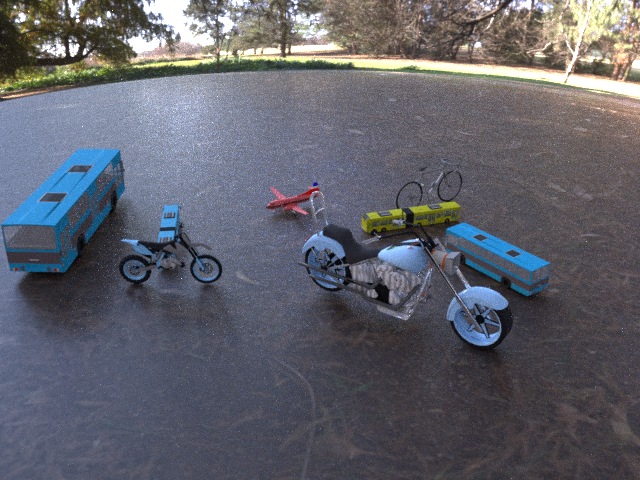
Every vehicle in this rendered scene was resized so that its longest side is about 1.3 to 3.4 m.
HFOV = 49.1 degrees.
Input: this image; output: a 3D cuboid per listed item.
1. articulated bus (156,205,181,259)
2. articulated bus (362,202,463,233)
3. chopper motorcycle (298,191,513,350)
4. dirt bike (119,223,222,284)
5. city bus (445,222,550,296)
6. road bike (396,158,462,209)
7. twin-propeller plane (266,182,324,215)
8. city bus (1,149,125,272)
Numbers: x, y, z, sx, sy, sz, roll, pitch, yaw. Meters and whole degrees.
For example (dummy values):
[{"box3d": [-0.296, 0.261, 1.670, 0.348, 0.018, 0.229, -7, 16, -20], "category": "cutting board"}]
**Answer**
[{"box3d": [-2.447, -0.103, 11.335, 0.311, 0.289, 1.749, -3, 27, -6], "category": "articulated bus"}, {"box3d": [1.568, -0.389, 11.899, 1.749, 0.289, 0.311, -8, 28, -16], "category": "articulated bus"}, {"box3d": [1.048, 0.358, 9.104, 3.040, 1.480, 0.906, 17, 32, 30], "category": "chopper motorcycle"}, {"box3d": [-2.152, 0.247, 10.014, 1.493, 0.857, 0.527, 0, 27, 1], "category": "dirt bike"}, {"box3d": [2.587, 0.279, 10.389, 0.476, 0.460, 1.674, -18, 32, -31], "category": "city bus"}, {"box3d": [1.964, -0.975, 12.435, 1.545, 0.852, 0.358, -16, 31, -29], "category": "road bike"}, {"box3d": [-0.476, -0.754, 12.490, 1.095, 0.407, 1.370, -15, 30, -27], "category": "twin-propeller plane"}, {"box3d": [-4.079, -0.539, 11.524, 0.926, 0.894, 3.255, 1, 27, 2], "category": "city bus"}]
